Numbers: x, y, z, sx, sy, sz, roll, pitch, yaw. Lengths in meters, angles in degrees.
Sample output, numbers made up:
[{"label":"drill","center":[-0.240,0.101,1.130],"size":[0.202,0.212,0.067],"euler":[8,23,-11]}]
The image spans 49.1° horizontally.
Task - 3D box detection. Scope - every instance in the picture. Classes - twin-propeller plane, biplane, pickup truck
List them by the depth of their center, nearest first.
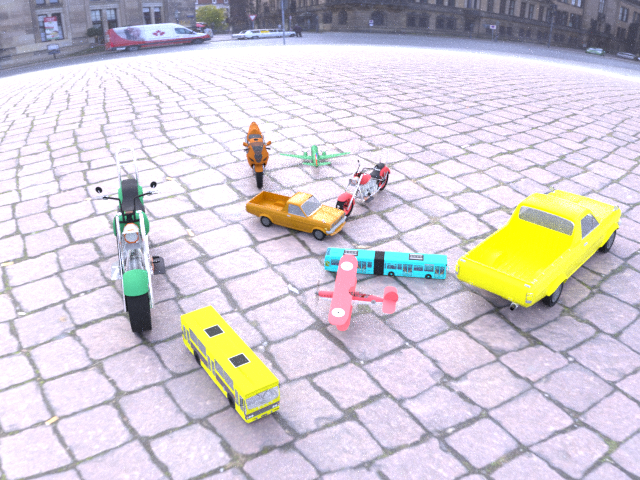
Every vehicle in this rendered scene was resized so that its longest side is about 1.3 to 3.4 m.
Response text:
[{"label":"biplane","center":[0.461,0.756,9.042],"size":[1.090,0.504,1.336],"euler":[4,30,8]},{"label":"pickup truck","center":[3.189,-0.025,9.921],"size":[1.244,0.993,3.117],"euler":[23,37,35]},{"label":"pickup truck","center":[-0.391,-0.473,11.199],"size":[1.603,0.511,0.640],"euler":[14,33,24]},{"label":"twin-propeller plane","center":[-0.088,-1.644,13.366],"size":[1.370,0.407,1.095],"euler":[-2,30,-3]}]

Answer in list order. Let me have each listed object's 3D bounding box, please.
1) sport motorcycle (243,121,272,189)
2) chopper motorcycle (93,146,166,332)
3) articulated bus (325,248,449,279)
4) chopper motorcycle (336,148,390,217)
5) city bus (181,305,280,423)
[{"label":"sport motorcycle","center":[-1.157,-1.564,12.805],"size":[0.506,0.821,1.520],"euler":[-4,30,-7]},{"label":"chopper motorcycle","center":[-2.558,-0.095,9.552],"size":[0.906,1.480,3.040],"euler":[-7,30,-12]},{"label":"articulated bus","center":[0.946,0.333,10.004],"size":[1.749,0.289,0.311],"euler":[4,30,6]},{"label":"chopper motorcycle","center":[0.740,-0.970,11.821],"size":[0.466,0.761,1.563],"euler":[19,35,29]},{"label":"city bus","center":[-1.052,1.386,7.977],"size":[0.476,0.460,1.674],"euler":[-18,34,-28]}]
